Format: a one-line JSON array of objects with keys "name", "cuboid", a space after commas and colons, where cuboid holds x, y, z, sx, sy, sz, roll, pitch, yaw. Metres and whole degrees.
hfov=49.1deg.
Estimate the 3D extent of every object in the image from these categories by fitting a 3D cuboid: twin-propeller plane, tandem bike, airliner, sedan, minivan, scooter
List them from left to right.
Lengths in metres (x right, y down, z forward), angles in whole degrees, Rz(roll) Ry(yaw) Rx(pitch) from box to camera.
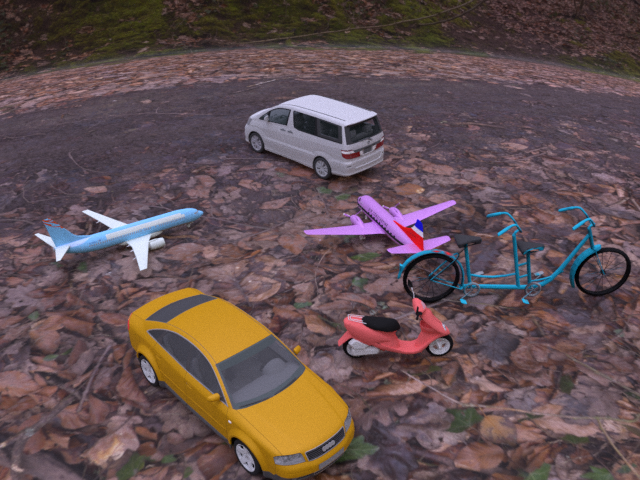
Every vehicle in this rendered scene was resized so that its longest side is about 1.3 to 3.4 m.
[{"name": "airliner", "cuboid": [-2.931, -0.278, 10.702, 2.541, 0.835, 2.257, -20, 35, -31]}, {"name": "sedan", "cuboid": [-0.950, 1.390, 7.672, 1.235, 0.940, 3.137, -25, 38, -36]}, {"name": "minivan", "cuboid": [-0.191, -2.146, 13.611, 3.011, 1.197, 1.324, 26, 38, 37]}, {"name": "twin-propeller plane", "cuboid": [1.067, -0.336, 10.848, 2.663, 0.792, 2.129, -12, 32, -20]}, {"name": "scooter", "cuboid": [0.919, 1.025, 8.334, 1.399, 0.919, 0.662, -1, 30, -2]}, {"name": "tandem bike", "cuboid": [2.627, 0.236, 9.306, 3.192, 1.326, 0.550, -2, 30, -3]}]
